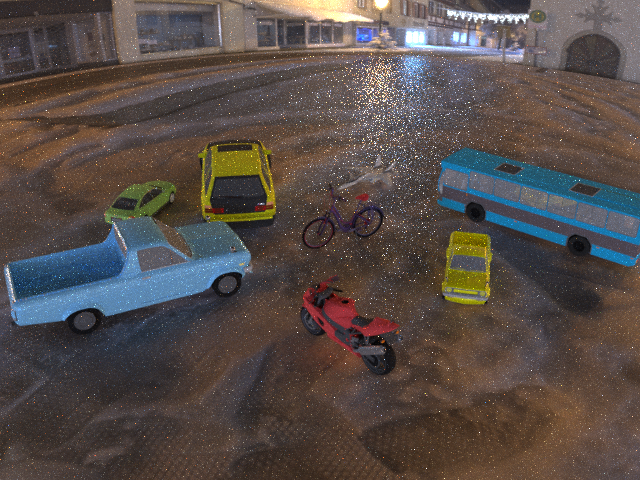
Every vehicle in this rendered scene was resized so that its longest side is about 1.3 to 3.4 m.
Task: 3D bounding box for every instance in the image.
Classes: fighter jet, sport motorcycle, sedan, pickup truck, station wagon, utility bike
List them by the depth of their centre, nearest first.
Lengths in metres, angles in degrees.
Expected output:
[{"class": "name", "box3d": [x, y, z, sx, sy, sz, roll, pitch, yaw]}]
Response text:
[{"class": "sport motorcycle", "box3d": [0.311, 0.990, 8.188, 0.506, 0.821, 1.520, -26, 38, -38]}, {"class": "pickup truck", "box3d": [-2.482, 0.327, 9.219, 3.117, 0.993, 1.244, -13, 31, -23]}, {"class": "pickup truck", "box3d": [2.064, 0.315, 9.741, 0.640, 0.511, 1.603, 6, 29, 11]}, {"class": "utility bike", "box3d": [0.404, -0.346, 10.494, 1.435, 0.946, 0.535, -13, 31, -22]}, {"class": "sedan", "box3d": [-2.938, -0.666, 11.559, 0.635, 0.483, 1.613, 8, 30, 15]}, {"class": "station wagon", "box3d": [-1.441, -1.189, 12.058, 1.327, 0.920, 3.105, -4, 29, -7]}, {"class": "fighter jet", "box3d": [0.793, -1.187, 12.714, 1.358, 0.286, 1.147, -24, 37, -37]}]

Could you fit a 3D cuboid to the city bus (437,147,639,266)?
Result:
[{"class": "city bus", "box3d": [3.443, -0.549, 10.919, 3.255, 0.894, 0.926, 22, 36, 34]}]
